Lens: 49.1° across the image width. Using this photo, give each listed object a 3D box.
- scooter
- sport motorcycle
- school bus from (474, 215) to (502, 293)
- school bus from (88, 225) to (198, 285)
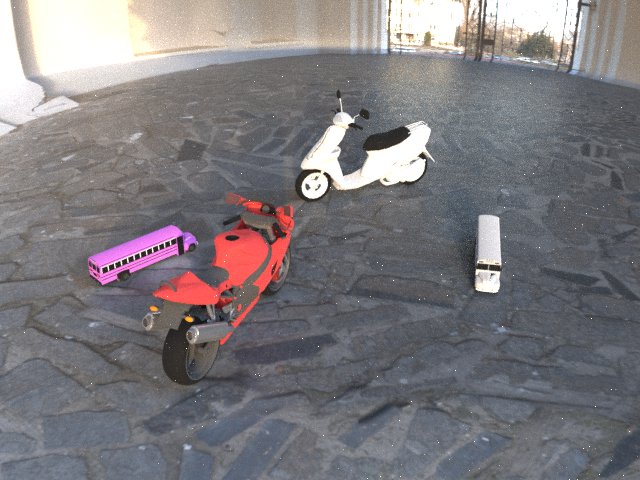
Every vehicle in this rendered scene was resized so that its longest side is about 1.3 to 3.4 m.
[{"bbox_3d":[0.832,-1.661,12.410,2.721,1.786,1.288,-11,32,-19],"label":"scooter"},{"bbox_3d":[-1.096,0.513,8.788,0.983,1.596,2.955,13,32,21],"label":"sport motorcycle"},{"bbox_3d":[2.519,0.196,10.518,0.365,0.434,1.708,6,30,10],"label":"school bus"},{"bbox_3d":[-2.621,0.183,10.541,1.708,0.434,0.365,-26,39,-37],"label":"school bus"}]
